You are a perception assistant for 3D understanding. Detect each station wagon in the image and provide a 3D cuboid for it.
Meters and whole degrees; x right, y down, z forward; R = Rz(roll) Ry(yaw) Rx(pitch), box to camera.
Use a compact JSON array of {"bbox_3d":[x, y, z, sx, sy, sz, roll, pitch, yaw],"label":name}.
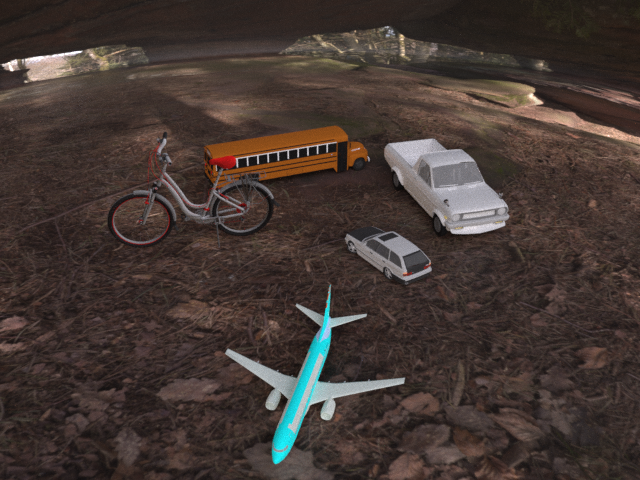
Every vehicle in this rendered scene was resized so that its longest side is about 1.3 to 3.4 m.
[{"bbox_3d":[1.043,0.137,11.045,0.682,0.473,1.597,-19,35,-29],"label":"station wagon"}]

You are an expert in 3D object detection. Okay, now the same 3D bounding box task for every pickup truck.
[{"bbox_3d":[2.213,-1.130,12.735,1.244,0.993,3.117,-8,31,-14],"label":"pickup truck"}]

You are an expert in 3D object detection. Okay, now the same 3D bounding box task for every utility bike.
[{"bbox_3d":[-2.000,-0.705,11.142,2.791,1.839,1.039,-7,31,-12],"label":"utility bike"}]

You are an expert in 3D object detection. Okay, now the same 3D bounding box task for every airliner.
[{"bbox_3d":[-0.157,1.519,8.266,2.257,0.835,2.541,7,31,12],"label":"airliner"}]

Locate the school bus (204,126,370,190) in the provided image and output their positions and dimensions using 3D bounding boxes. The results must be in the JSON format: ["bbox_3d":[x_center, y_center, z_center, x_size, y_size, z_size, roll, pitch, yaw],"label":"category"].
[{"bbox_3d":[-0.592,-1.645,13.785,3.322,0.844,0.709,-12,32,-20],"label":"school bus"}]
